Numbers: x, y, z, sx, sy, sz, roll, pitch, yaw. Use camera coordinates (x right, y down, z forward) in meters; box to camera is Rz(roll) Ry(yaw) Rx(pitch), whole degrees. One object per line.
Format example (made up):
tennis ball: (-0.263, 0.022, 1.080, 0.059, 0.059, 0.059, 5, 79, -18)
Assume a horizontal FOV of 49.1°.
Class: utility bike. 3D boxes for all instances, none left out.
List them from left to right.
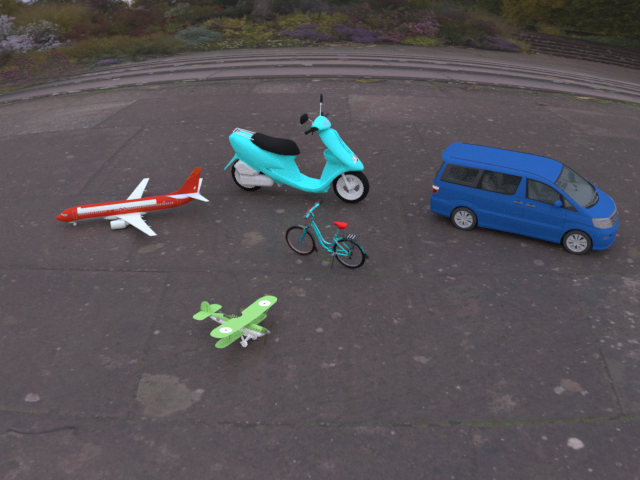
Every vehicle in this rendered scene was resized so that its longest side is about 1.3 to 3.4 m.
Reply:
utility bike: (0.069, -0.040, 10.615, 1.435, 0.946, 0.535, 14, 33, 24)

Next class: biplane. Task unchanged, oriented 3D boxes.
biplane: (-1.099, 1.058, 9.125, 1.090, 0.504, 1.336, 15, 33, 24)

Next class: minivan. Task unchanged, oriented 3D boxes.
minivan: (3.397, -0.747, 11.605, 3.011, 1.197, 1.324, 14, 32, 22)

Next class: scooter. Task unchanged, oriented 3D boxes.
scooter: (-0.434, -1.588, 12.493, 2.721, 1.786, 1.288, 8, 30, 13)

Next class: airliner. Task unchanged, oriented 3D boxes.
airliner: (-3.221, -0.733, 11.949, 2.541, 0.835, 2.257, -8, 30, -13)
